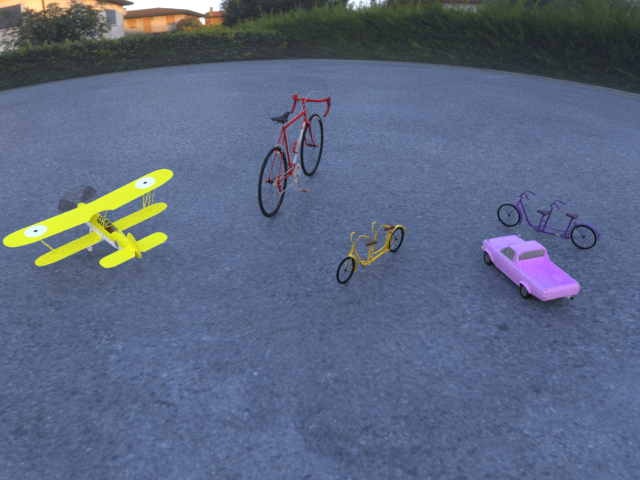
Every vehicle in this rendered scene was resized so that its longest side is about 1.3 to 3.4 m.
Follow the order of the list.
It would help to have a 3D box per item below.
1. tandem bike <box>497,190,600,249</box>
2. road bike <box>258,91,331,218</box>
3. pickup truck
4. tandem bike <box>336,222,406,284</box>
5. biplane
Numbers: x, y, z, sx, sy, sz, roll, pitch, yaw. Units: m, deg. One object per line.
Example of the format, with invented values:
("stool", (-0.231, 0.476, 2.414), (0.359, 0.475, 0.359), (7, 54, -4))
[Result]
("tandem bike", (3.506, -0.337, 10.792), (1.642, 0.682, 0.283), (20, 34, 33))
("road bike", (-0.451, -1.565, 12.078), (0.696, 1.656, 3.004), (9, 29, 17))
("pickup truck", (2.883, 0.333, 9.703), (0.640, 0.511, 1.603), (-9, 29, -16))
("tandem bike", (0.759, 0.078, 10.004), (0.283, 0.682, 1.642), (22, 35, 35))
("biplane", (-3.101, -0.138, 10.093), (2.598, 0.981, 2.120), (-21, 34, -34))
